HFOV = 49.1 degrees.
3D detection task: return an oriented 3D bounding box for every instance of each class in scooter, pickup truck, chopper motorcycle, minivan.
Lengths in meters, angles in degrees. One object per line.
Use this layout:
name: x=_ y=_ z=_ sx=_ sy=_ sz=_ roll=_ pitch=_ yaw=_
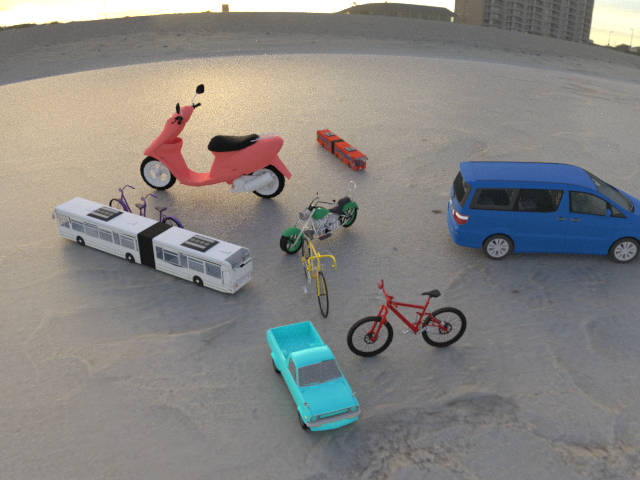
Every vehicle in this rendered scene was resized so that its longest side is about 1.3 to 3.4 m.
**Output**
scooter: x=-1.834 y=-1.597 z=11.902 sx=2.721 sy=1.786 sz=1.288 roll=5 pitch=29 yaw=9
pickup truck: x=-0.108 y=1.409 z=7.690 sx=0.640 sy=0.511 sz=1.603 roll=-10 pitch=30 yaw=-17
chopper motorcycle: x=0.007 y=-0.345 z=10.666 sx=1.563 sy=0.761 sz=0.466 roll=-25 pitch=37 yaw=-37
minivan: x=3.458 y=-0.468 z=10.436 sx=3.011 sy=1.197 sz=1.324 roll=1 pitch=28 yaw=3

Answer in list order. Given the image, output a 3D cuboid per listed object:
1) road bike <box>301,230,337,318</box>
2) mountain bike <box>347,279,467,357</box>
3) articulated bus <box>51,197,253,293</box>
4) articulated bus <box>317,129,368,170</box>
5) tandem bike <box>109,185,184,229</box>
road bike: x=-0.075 y=0.364 z=9.262 sx=0.358 sy=0.852 sz=1.545 roll=-6 pitch=29 yaw=-11
mountain bike: x=1.030 y=0.947 z=8.169 sx=1.469 sy=0.868 sz=0.573 roll=-6 pitch=29 yaw=-10
articulated bus: x=-2.502 y=0.030 z=10.184 sx=3.401 sy=0.561 sz=0.605 roll=16 pitch=32 yaw=27
articulated bus: x=0.405 y=-1.807 z=13.862 sx=0.311 sy=0.289 sz=1.749 roll=-13 pitch=31 yaw=-22
tandem bike: x=-2.742 y=-0.441 z=10.927 sx=1.642 sy=0.682 sz=0.283 roll=18 pitch=33 yaw=29
